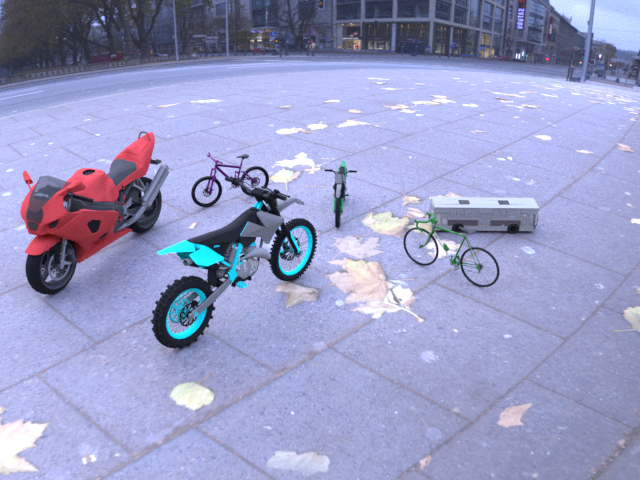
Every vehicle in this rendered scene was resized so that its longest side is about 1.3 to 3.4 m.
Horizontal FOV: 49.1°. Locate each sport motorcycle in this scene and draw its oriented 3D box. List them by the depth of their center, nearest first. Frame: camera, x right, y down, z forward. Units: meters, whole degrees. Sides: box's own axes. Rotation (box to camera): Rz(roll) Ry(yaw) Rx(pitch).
[{"bbox_3d":[-3.226,-0.460,10.168,0.983,1.596,2.955,11,29,20],"label":"sport motorcycle"}]

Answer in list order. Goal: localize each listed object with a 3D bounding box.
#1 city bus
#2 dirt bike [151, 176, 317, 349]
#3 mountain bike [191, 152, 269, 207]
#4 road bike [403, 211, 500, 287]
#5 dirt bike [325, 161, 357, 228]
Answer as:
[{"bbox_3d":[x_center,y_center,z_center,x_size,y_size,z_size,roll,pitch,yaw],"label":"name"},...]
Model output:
[{"bbox_3d":[2.625,-0.397,11.282,1.674,0.460,0.476,1,27,1],"label":"city bus"},{"bbox_3d":[-1.001,0.166,8.884,1.024,1.666,2.903,20,34,34],"label":"dirt bike"},{"bbox_3d":[-1.551,-1.073,12.144,1.469,0.868,0.573,-15,31,-27],"label":"mountain bike"},{"bbox_3d":[1.830,0.124,9.851,1.545,0.852,0.358,21,34,34],"label":"road bike"},{"bbox_3d":[0.352,-0.835,11.696,0.527,0.857,1.493,3,27,5],"label":"dirt bike"}]
